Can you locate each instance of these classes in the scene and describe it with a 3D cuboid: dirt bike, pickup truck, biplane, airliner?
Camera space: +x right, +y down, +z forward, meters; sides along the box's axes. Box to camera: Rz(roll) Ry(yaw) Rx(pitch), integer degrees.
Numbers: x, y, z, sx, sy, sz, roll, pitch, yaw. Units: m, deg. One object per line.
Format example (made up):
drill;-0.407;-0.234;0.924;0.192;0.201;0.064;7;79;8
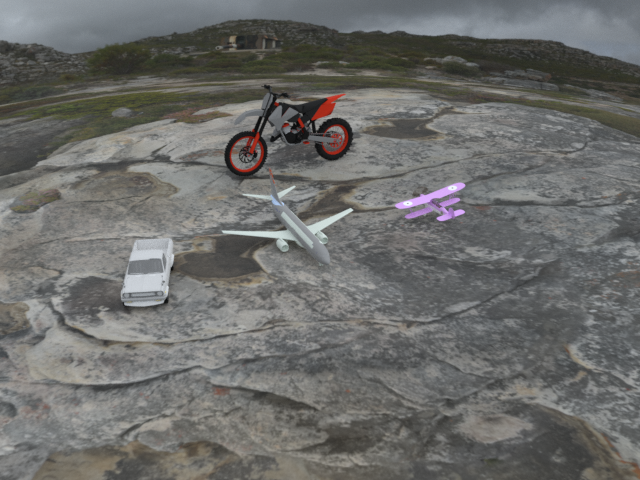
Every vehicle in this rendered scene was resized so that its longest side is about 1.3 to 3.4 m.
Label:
dirt bike;-0.569;-2.218;13.932;2.903;1.666;1.024;-14;29;-27
pickup truck;-2.413;0.384;9.866;0.640;0.511;1.603;-3;26;-6
biplane;1.948;-0.562;11.836;1.336;0.504;1.090;-11;28;-22
airliner;-0.380;-0.375;11.067;2.257;0.835;2.541;-11;28;-21
